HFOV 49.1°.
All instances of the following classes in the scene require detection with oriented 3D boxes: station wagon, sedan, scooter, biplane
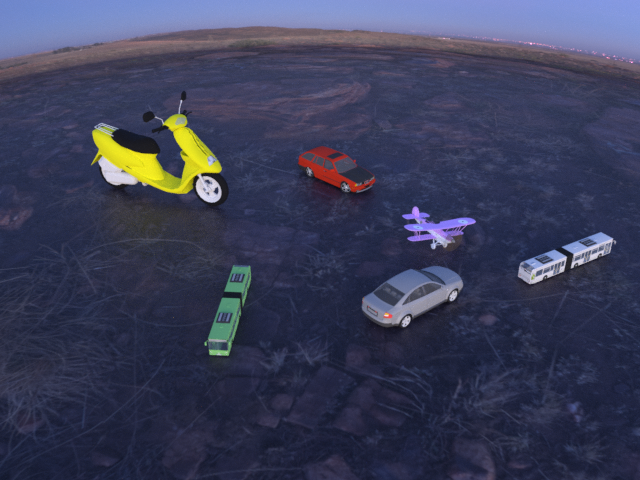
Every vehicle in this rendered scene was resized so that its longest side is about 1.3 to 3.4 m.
[{"bbox_3d":[0.305,-1.343,12.997,0.682,0.473,1.597,-26,39,-37],"label":"station wagon"},{"bbox_3d":[1.283,0.683,9.480,1.613,0.483,0.635,-22,37,-33],"label":"sedan"},{"bbox_3d":[-2.833,-1.563,12.066,2.721,1.786,1.288,11,32,18],"label":"scooter"},{"bbox_3d":[1.780,-0.193,10.975,1.336,0.504,1.090,-16,34,-25],"label":"biplane"}]

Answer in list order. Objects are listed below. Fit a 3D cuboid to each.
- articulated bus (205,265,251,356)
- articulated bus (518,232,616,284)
[{"bbox_3d":[-1.183,0.895,9.307,0.311,0.289,1.749,2,30,4],"label":"articulated bus"},{"bbox_3d":[3.674,0.261,10.405,1.749,0.289,0.311,-17,34,-27],"label":"articulated bus"}]
